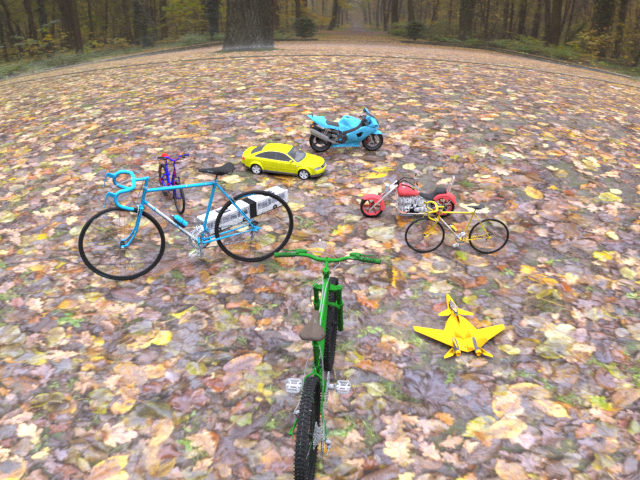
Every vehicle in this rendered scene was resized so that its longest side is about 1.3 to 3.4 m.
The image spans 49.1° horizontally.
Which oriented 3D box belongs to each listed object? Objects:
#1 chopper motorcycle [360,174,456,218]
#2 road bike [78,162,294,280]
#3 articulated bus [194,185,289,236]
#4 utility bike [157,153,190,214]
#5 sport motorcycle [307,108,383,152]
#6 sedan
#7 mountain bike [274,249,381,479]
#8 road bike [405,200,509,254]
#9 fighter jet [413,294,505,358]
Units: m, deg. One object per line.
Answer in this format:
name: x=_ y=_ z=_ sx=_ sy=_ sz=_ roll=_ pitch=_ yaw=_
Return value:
chopper motorcycle: x=1.442 y=-0.710 z=11.407 sx=1.563 sy=0.761 sz=0.466 roll=1 pitch=30 yaw=2
road bike: x=-1.832 y=-0.279 z=9.742 sx=3.004 sy=1.656 sz=0.697 roll=-8 pitch=31 yaw=-14
articulated bus: x=-1.252 y=-0.498 z=11.511 sx=1.749 sy=0.289 sz=0.311 roll=-25 pitch=38 yaw=-37
utility bike: x=-2.493 y=-1.075 z=11.862 sx=0.535 sy=0.946 sz=1.435 roll=-15 pitch=33 yaw=-24
sport motorcycle: x=0.509 y=-2.143 z=13.868 sx=1.520 sy=0.821 sz=0.506 roll=-1 pitch=30 yaw=-2
sedan: x=-0.673 y=-1.515 z=13.104 sx=1.613 sy=0.483 sz=0.635 roll=8 pitch=31 yaw=14
mountain bike: x=0.009 y=1.142 z=7.208 sx=1.114 sy=1.688 sz=2.857 roll=4 pitch=30 yaw=6
road bike: x=2.037 y=-0.170 z=10.364 sx=1.545 sy=0.852 sz=0.358 roll=1 pitch=30 yaw=1
fighter jet: x=1.752 y=0.989 z=8.896 sx=1.147 sy=0.286 sz=1.358 roll=-1 pitch=30 yaw=-2
